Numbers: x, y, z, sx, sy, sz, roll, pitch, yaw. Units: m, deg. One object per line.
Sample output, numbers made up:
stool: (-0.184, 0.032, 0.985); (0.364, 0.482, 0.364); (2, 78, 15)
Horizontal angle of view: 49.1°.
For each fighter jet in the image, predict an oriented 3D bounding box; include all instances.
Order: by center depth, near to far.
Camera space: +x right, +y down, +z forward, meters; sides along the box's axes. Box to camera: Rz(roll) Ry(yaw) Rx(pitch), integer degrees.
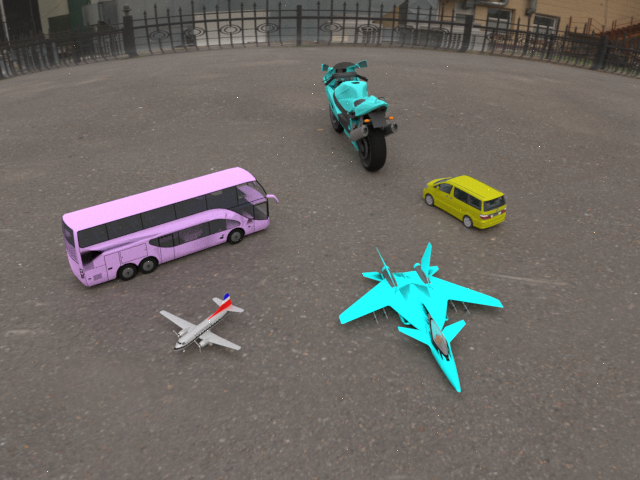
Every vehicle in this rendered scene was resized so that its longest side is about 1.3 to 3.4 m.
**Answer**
fighter jet: (1.398, 0.944, 9.126); (2.229, 0.557, 2.640); (-5, 31, -8)

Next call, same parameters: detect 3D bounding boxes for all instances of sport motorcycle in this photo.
sport motorcycle: (0.709, -2.535, 13.922); (0.983, 1.596, 2.955); (-9, 32, -14)

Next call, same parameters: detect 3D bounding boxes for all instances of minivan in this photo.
minivan: (2.422, -0.735, 11.871); (0.681, 0.616, 1.548); (-19, 36, -29)

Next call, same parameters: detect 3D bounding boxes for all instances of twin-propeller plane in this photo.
twin-propeller plane: (-1.499, 1.080, 9.043); (1.370, 0.407, 1.095); (19, 36, 29)

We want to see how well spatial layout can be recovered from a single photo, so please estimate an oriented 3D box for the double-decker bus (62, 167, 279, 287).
double-decker bus: (-2.203, -0.272, 10.674); (3.251, 1.052, 0.756); (-20, 36, -29)
